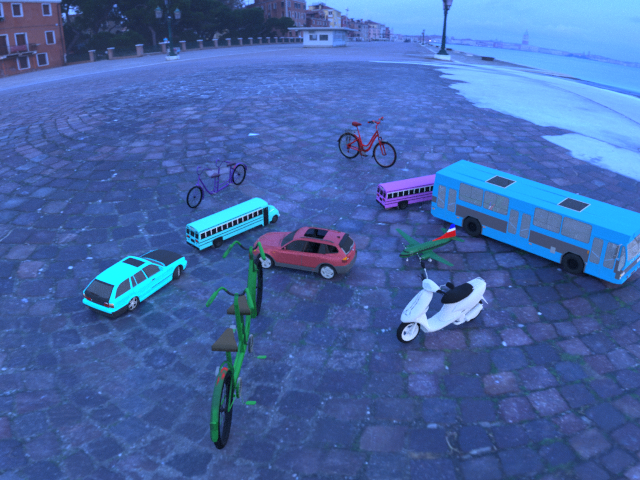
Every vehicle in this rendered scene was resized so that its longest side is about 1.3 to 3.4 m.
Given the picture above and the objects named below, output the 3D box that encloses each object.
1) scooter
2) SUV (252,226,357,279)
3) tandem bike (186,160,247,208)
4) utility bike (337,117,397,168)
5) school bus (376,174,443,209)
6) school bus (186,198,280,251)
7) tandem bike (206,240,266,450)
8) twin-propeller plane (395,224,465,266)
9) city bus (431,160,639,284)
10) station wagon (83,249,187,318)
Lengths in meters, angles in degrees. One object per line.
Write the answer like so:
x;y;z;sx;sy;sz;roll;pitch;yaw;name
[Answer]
1.570;0.762;8.844;1.399;0.919;0.662;-14;32;-25;scooter
-0.234;0.117;10.391;1.572;0.580;0.656;9;30;16;SUV
-1.833;-1.110;12.554;0.283;0.682;1.642;18;33;29;tandem bike
0.946;-2.003;13.927;1.435;0.946;0.535;19;34;31;utility bike
1.833;-0.883;12.394;1.708;0.434;0.365;-11;30;-20;school bus
-1.367;-0.294;11.306;0.365;0.434;1.708;25;37;38;school bus
-0.923;0.964;8.042;0.550;1.326;3.192;2;28;3;tandem bike
1.658;0.047;10.703;1.095;0.407;1.370;-16;32;-27;twin-propeller plane
3.304;-0.324;10.876;3.255;0.894;0.926;24;37;37;city bus
-2.555;0.495;9.805;0.682;0.473;1.597;15;32;26;station wagon
